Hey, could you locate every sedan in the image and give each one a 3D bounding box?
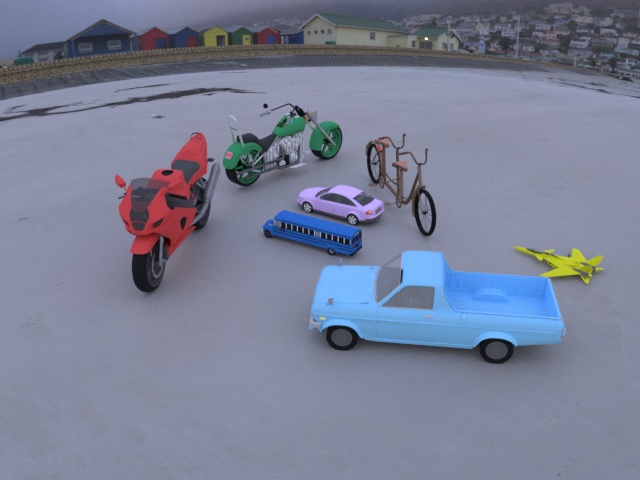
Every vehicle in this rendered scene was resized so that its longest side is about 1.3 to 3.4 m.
[{"bbox_3d":[0.333,-0.686,12.185,1.613,0.483,0.635,17,31,29],"label":"sedan"}]

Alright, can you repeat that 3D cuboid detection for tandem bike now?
[{"bbox_3d":[1.370,-1.209,12.282,0.550,1.326,3.192,-8,28,-14],"label":"tandem bike"}]

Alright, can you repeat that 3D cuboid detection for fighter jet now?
[{"bbox_3d":[3.539,0.238,10.593,1.358,0.286,1.147,22,35,37],"label":"fighter jet"}]

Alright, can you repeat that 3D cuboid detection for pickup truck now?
[{"bbox_3d":[1.429,0.745,8.824,3.117,0.993,1.244,4,27,7],"label":"pickup truck"}]

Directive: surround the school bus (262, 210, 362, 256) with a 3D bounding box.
[{"bbox_3d":[-0.160,-0.128,11.148,1.708,0.434,0.365,15,31,27],"label":"school bus"}]

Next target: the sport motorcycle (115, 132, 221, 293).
[{"bbox_3d":[-2.223,-0.492,10.582,0.983,1.596,2.955,4,27,8],"label":"sport motorcycle"}]

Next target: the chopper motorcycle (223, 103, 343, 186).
[{"bbox_3d":[-0.653,-2.012,13.686,0.906,1.480,3.040,24,35,38],"label":"chopper motorcycle"}]
